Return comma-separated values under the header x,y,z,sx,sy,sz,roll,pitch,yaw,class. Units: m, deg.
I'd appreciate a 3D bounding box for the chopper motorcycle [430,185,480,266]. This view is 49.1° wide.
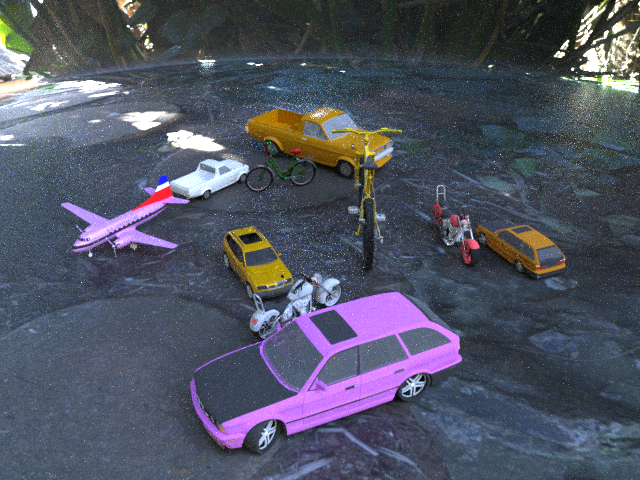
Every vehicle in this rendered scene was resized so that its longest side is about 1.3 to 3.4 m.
x,y,z,sx,sy,sz,roll,pitch,yaw,class
2.153,-0.246,11.102,0.466,0.761,1.563,-7,29,-12,chopper motorcycle

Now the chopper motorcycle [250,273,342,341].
x,y,z,sx,sy,sz,roll,pitch,yaw,class
-0.287,0.772,9.226,1.563,0.761,0.466,-25,37,-38,chopper motorcycle

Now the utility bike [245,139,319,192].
x,y,z,sx,sy,sz,roll,pitch,yaw,class
-0.685,-1.348,12.942,1.435,0.946,0.535,-10,30,-17,utility bike

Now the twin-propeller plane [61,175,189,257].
x,y,z,sx,sy,sz,roll,pitch,yaw,class
-3.154,-0.382,11.321,2.663,0.792,2.129,18,33,30,twin-propeller plane

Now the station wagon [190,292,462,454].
x,y,z,sx,sy,sz,roll,pitch,yaw,class
0.080,1.365,7.963,3.105,0.920,1.327,-13,31,-23,station wagon

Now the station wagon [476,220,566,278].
x,y,z,sx,sy,sz,roll,pitch,yaw,class
3.090,0.030,10.896,0.682,0.473,1.597,-12,31,-21,station wagon

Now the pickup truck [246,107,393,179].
x,y,z,sx,sy,sz,roll,pitch,yaw,class
-0.048,-2.167,14.403,3.117,0.993,1.244,20,34,32,pickup truck

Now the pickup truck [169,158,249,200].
x,y,z,sx,sy,sz,roll,pitch,yaw,class
-2.056,-1.191,13.109,0.640,0.511,1.603,21,35,33,pickup truck

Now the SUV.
x,y,z,sx,sy,sz,roll,pitch,yaw,class
-0.944,0.296,10.293,0.656,0.580,1.572,-13,31,-23,SUV

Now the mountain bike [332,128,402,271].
x,y,z,sx,sy,sz,roll,pitch,yaw,class
0.738,-0.772,11.101,1.114,1.688,2.857,0,28,1,mountain bike
